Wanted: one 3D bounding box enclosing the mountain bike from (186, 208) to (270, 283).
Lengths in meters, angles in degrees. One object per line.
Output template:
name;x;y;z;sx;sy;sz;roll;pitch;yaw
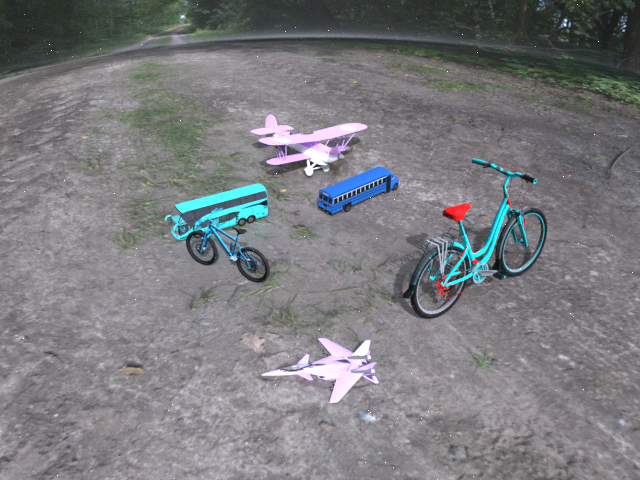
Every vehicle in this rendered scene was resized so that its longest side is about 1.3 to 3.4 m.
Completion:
mountain bike;-1.345;0.101;10.019;1.469;0.868;0.573;17;35;25

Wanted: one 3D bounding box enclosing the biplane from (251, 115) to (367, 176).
biplane;-0.294;-1.827;13.126;2.120;0.981;2.598;27;40;37

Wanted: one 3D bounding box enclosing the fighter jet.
fighter jet;-0.019;1.477;8.288;1.358;0.286;1.147;-3;31;-6

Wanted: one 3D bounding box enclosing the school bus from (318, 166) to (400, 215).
school bus;0.713;-0.889;12.092;1.708;0.434;0.365;-25;39;-35

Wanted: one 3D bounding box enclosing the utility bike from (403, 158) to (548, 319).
utility bike;2.114;-0.078;9.373;2.791;1.839;1.039;-21;37;-31

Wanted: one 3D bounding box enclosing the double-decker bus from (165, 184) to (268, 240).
double-decker bus;-1.629;-0.447;11.250;1.672;0.541;0.389;-17;35;-26
